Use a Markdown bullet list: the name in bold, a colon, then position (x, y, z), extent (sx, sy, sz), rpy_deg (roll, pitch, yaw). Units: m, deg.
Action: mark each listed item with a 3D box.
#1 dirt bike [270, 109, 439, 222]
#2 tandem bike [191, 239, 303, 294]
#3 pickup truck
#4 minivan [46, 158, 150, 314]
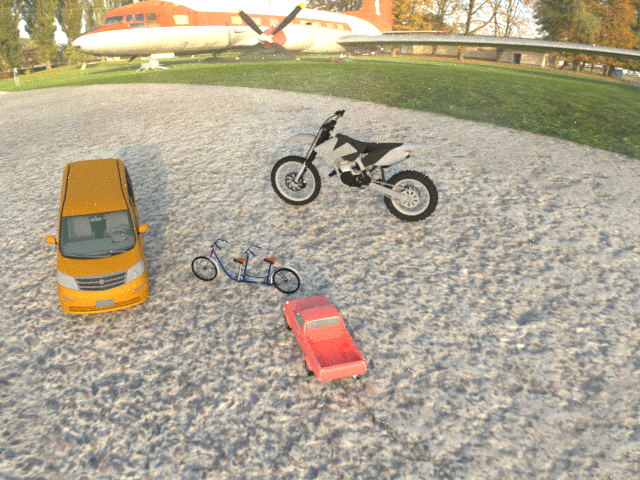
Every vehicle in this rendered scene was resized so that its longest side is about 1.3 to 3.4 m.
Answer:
- **dirt bike**: position (0.527, -1.188, 11.525), extent (2.903, 1.666, 1.024), rpy_deg (9, 28, 16)
- **tandem bike**: position (-1.021, 0.360, 9.595), extent (1.642, 0.682, 0.283), rpy_deg (7, 28, 14)
- **pickup truck**: position (0.026, 1.105, 8.337), extent (0.640, 0.511, 1.603), rpy_deg (-8, 28, -15)
- **minivan**: position (-3.144, -0.136, 9.997), extent (1.324, 1.197, 3.011), rpy_deg (-8, 28, -14)
